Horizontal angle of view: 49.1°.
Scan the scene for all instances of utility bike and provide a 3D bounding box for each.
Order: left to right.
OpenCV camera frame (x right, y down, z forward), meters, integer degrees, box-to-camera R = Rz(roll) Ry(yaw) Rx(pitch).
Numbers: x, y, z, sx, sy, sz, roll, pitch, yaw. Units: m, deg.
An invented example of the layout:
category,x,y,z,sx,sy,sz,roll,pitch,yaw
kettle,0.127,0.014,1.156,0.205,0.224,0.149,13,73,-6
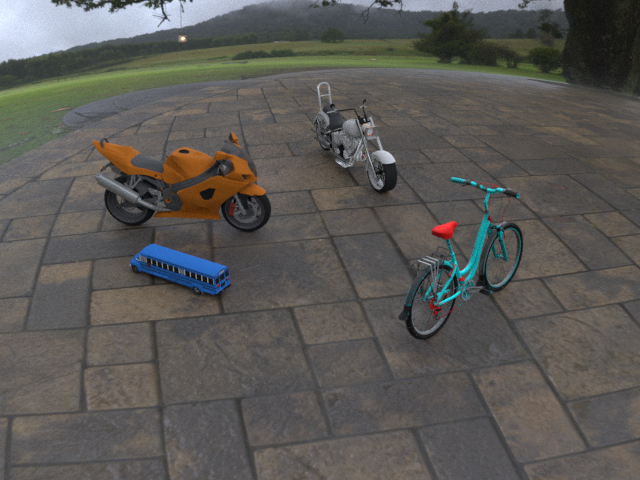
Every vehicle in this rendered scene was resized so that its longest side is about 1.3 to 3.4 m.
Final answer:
category,x,y,z,sx,sy,sz,roll,pitch,yaw
utility bike,1.925,0.157,9.435,2.791,1.839,1.039,-25,37,-38

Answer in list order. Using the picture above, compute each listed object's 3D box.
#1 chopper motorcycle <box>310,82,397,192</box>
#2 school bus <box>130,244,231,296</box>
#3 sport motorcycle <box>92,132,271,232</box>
category,x,y,z,sx,sy,sz,roll,pitch,yaw
chopper motorcycle,0.661,-2.095,14.014,0.906,1.480,3.040,-13,31,-23
school bus,-2.127,0.421,10.430,1.708,0.434,0.365,15,32,26
sport motorcycle,-2.284,-0.927,11.713,2.955,1.596,0.983,4,28,7
